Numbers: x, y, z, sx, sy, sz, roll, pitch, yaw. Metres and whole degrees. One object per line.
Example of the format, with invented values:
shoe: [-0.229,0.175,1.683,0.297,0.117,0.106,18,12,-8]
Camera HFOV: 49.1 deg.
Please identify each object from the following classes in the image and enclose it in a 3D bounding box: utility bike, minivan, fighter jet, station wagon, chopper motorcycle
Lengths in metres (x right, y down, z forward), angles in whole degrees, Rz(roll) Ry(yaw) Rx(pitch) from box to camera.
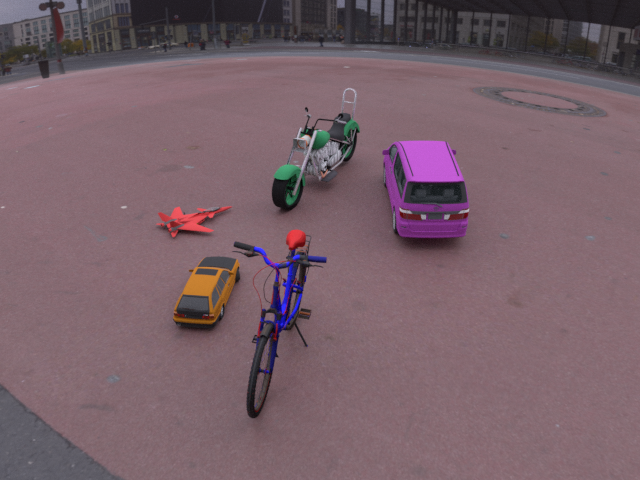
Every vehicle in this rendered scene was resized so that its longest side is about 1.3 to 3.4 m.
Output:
utility bike: [-0.372,0.707,8.338,1.039,1.839,2.791,5,30,9]
minivan: [1.781,-1.086,12.165,1.324,1.197,3.011,0,29,0]
fighter jet: [-2.072,-0.452,11.968,1.358,0.286,1.147,-22,36,-34]
station wagon: [-1.569,0.627,9.868,0.682,0.473,1.597,4,30,6]
chopper motorcycle: [-0.033,-1.739,13.033,0.906,1.480,3.040,14,33,24]
